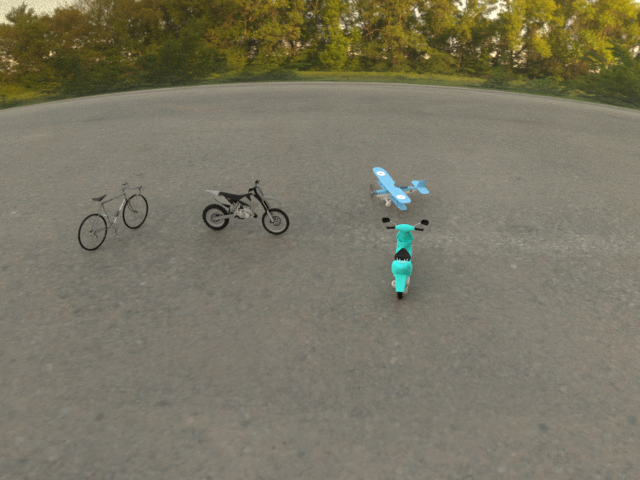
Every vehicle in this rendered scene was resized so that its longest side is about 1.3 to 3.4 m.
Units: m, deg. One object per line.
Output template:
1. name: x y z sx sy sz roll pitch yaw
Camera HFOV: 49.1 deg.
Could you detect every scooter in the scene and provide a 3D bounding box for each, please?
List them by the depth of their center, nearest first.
1. scooter: 1.183 0.182 9.932 0.662 0.919 1.399 4 26 8

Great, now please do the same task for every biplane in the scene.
1. biplane: 1.430 -0.886 12.676 1.090 0.504 1.336 -9 27 -17

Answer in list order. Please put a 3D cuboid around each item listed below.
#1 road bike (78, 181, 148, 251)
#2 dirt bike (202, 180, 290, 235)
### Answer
1. road bike: -3.316 -0.413 11.268 0.358 0.852 1.545 14 29 27
2. dirt bike: -1.229 -0.517 11.483 1.493 0.857 0.527 5 26 10
